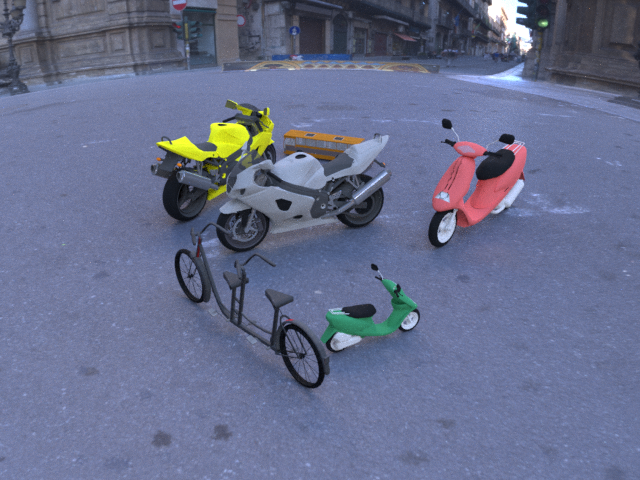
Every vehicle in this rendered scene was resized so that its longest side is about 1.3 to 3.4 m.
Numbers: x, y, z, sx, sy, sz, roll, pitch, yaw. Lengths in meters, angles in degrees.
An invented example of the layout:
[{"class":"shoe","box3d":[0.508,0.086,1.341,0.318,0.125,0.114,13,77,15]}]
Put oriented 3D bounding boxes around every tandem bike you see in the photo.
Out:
[{"class":"tandem bike","box3d":[-0.952,0.664,8.464,0.550,1.326,3.192,-21,34,-36]}]

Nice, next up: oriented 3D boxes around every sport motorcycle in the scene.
[{"class":"sport motorcycle","box3d":[-0.235,-0.760,10.969,2.955,1.596,0.983,-12,29,-23]},{"class":"sport motorcycle","box3d":[-1.717,-1.438,12.304,0.983,1.596,2.955,17,31,30]}]

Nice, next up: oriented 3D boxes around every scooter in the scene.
[{"class":"scooter","box3d":[2.617,-1.048,11.325,1.288,1.786,2.721,23,35,38]},{"class":"scooter","box3d":[0.648,0.855,8.535,1.399,0.919,0.662,-13,30,-24]}]

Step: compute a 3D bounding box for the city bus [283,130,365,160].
[{"class":"city bus","box3d":[0.083,-1.922,14.513,1.674,0.460,0.476,10,29,19]}]
